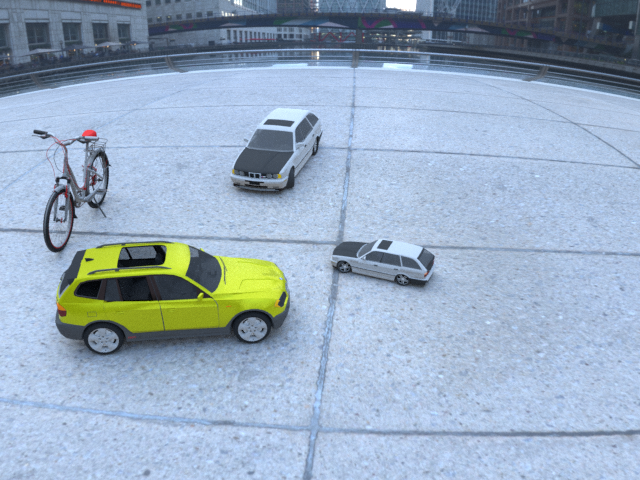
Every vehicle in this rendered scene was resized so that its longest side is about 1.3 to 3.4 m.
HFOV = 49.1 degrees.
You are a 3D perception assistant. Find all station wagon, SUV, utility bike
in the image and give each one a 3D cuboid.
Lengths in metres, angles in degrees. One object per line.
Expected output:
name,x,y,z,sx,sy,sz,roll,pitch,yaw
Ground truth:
station wagon,0.950,0.268,10.712,1.597,0.473,0.682,11,30,20
station wagon,-0.848,-1.949,14.340,1.327,0.920,3.105,7,29,13
SUV,-1.931,0.653,9.311,3.058,1.128,1.276,-3,29,-6
utility bike,-3.979,-1.069,11.749,1.039,1.839,2.791,2,29,4
